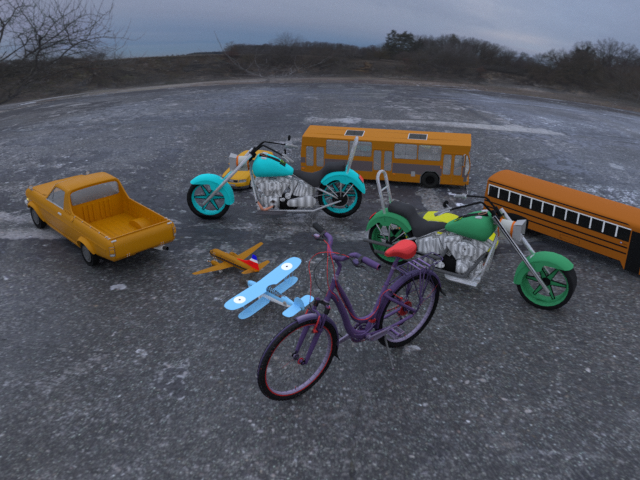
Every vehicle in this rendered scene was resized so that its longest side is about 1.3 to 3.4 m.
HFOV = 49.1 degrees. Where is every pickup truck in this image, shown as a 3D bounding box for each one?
[{"bbox_3d":[-3.595,-0.474,11.202,1.244,0.993,3.117,-22,33,-38],"label":"pickup truck"}]

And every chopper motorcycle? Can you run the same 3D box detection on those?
[{"bbox_3d":[-0.750,-1.048,11.833,3.040,1.480,0.906,1,26,2],"label":"chopper motorcycle"},{"bbox_3d":[2.033,-0.030,9.716,3.040,1.480,0.906,14,29,27],"label":"chopper motorcycle"}]

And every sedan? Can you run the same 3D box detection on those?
[{"bbox_3d":[-1.420,-1.452,13.822,0.635,0.483,1.613,8,27,17],"label":"sedan"},{"bbox_3d":[2.019,-0.148,11.111,1.613,0.483,0.635,11,28,21],"label":"sedan"}]

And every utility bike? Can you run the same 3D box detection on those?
[{"bbox_3d":[0.521,0.723,7.739,2.791,1.839,1.039,-19,31,-34],"label":"utility bike"}]

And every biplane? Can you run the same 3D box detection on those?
[{"bbox_3d":[-0.617,0.740,9.242,1.090,0.504,1.336,21,33,37],"label":"biplane"}]

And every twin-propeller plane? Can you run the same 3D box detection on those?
[{"bbox_3d":[-1.278,0.265,10.341,1.095,0.407,1.370,21,33,37],"label":"twin-propeller plane"}]

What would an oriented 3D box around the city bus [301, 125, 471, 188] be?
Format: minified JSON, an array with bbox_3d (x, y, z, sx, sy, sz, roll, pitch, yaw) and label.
[{"bbox_3d":[1.290,-1.629,13.715,3.255,0.894,0.926,5,26,10],"label":"city bus"}]

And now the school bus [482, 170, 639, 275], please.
[{"bbox_3d":[4.123,-0.264,10.936,0.709,0.844,3.322,-22,33,-38],"label":"school bus"}]
